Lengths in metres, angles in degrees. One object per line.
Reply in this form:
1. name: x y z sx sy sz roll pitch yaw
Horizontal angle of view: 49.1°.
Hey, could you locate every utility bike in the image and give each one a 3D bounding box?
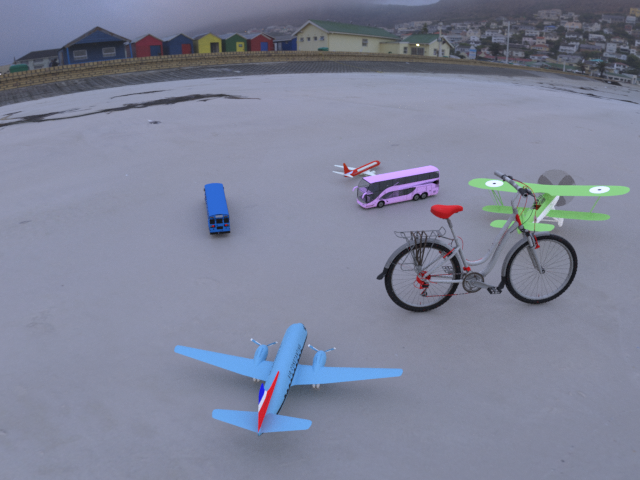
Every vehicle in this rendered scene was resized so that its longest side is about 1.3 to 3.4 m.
1. utility bike: 2.123 0.046 9.360 2.791 1.839 1.039 -3 26 -6

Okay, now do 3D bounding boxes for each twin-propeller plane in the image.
1. twin-propeller plane: -0.424 1.400 7.801 2.663 0.792 2.129 4 27 9

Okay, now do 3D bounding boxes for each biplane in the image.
1. biplane: 3.544 -0.523 11.481 2.598 0.981 2.120 16 31 29

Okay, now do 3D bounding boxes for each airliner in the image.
1. airliner: 0.844 -1.505 14.092 1.161 0.429 1.307 20 32 34

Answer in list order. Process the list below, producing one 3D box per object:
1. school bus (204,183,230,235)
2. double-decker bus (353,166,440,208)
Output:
1. school bus: -1.811 -0.588 12.229 0.365 0.434 1.708 -5 27 -10
2. double-decker bus: 1.426 -0.971 12.884 1.672 0.541 0.389 -12 29 -23
